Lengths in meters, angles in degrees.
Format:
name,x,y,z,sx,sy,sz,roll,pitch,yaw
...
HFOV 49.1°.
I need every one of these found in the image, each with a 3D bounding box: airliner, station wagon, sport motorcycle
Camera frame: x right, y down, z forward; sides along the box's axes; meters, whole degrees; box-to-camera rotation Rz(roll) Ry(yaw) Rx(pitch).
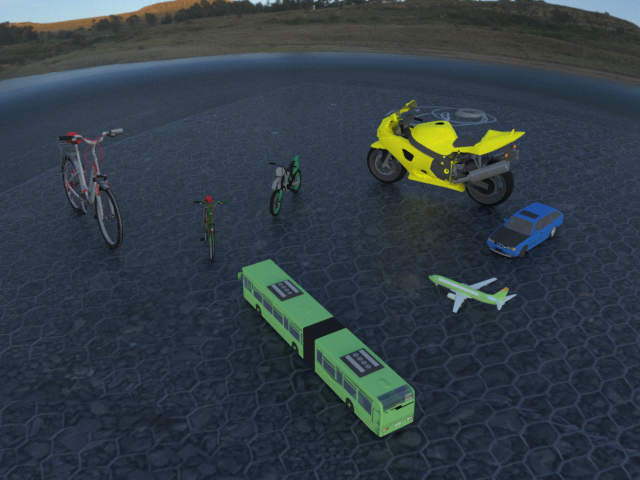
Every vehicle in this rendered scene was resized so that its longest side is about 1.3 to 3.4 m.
name,x,y,z,sx,sy,sz,roll,pitch,yaw
airliner,2.136,0.656,10.132,1.307,0.429,1.161,23,36,35
station wagon,3.424,-0.208,11.641,1.597,0.473,0.682,-26,38,-38
sport motorcycle,2.223,-1.579,12.951,2.955,1.596,0.983,15,33,25

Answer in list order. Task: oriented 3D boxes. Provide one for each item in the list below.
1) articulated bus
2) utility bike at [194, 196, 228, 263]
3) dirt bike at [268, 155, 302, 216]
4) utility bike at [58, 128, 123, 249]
name,x,y,z,sx,sy,sz,roll,pitch,yaw
articulated bus,-0.039,1.231,8.963,0.605,0.561,3.401,-17,33,-28
utility bike,-1.749,-0.302,11.324,0.535,0.946,1.435,-6,30,-11
dirt bike,-0.614,-1.054,12.767,0.527,0.857,1.493,9,30,16
utility bike,-3.847,-1.076,11.798,1.039,1.839,2.791,-20,35,-31
